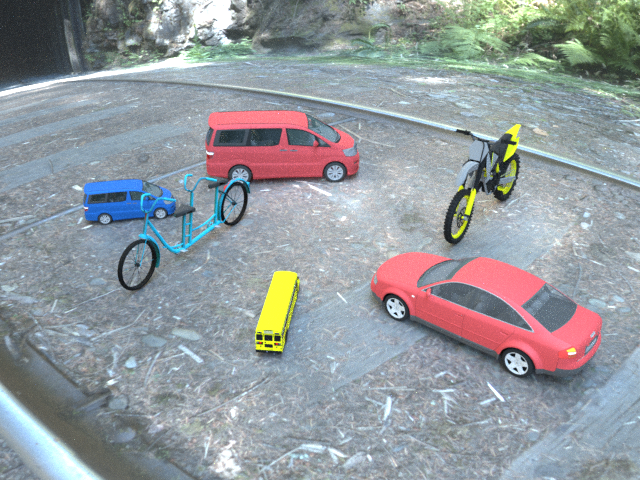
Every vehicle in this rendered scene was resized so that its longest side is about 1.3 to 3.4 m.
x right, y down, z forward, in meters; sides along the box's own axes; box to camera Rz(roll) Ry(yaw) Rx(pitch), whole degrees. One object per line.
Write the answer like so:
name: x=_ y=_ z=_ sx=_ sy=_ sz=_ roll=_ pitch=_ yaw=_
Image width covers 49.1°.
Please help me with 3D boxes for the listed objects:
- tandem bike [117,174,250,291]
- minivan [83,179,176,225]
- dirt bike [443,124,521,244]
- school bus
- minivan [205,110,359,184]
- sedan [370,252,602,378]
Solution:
tandem bike: x=-2.030 y=-0.380 z=10.912 sx=0.550 sy=1.326 sz=3.192 roll=16 pitch=33 yaw=26
minivan: x=-3.328 y=-0.711 z=12.241 sx=1.548 sy=0.616 sz=0.681 roll=-6 pitch=30 yaw=-11
dirt bike: x=2.835 y=-1.088 z=11.837 sx=1.024 sy=1.666 sz=2.903 roll=19 pitch=34 yaw=30
school bus: x=-0.550 y=0.903 z=9.520 sx=0.365 sy=0.434 sz=1.708 roll=3 pitch=29 yaw=6
minivan: x=-0.727 y=-1.864 z=13.720 sx=3.011 sy=1.197 sz=1.324 roll=-2 pitch=29 yaw=-4
sedan: x=2.090 y=0.774 z=9.232 sx=3.137 sy=0.940 sz=1.235 roll=23 pitch=36 yaw=35
